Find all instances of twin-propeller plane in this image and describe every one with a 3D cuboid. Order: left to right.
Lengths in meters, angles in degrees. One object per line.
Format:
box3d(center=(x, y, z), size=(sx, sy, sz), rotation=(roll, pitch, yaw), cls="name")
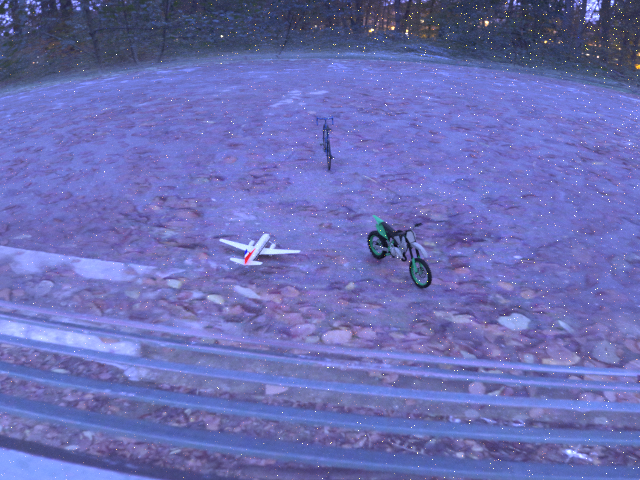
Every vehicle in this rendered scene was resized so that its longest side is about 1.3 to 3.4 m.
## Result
box3d(center=(-0.996, 0.108, 11.098), size=(1.370, 0.407, 1.095), rotation=(8, 31, 14), cls="twin-propeller plane")

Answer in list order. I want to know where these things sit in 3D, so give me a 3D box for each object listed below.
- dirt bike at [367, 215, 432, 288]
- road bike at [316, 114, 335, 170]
box3d(center=(1.204, 0.114, 10.631), size=(0.527, 0.857, 1.493), rotation=(-18, 34, -29), cls="dirt bike")
box3d(center=(0.139, -2.048, 14.452), size=(0.358, 0.852, 1.545), rotation=(-2, 30, -4), cls="road bike")
